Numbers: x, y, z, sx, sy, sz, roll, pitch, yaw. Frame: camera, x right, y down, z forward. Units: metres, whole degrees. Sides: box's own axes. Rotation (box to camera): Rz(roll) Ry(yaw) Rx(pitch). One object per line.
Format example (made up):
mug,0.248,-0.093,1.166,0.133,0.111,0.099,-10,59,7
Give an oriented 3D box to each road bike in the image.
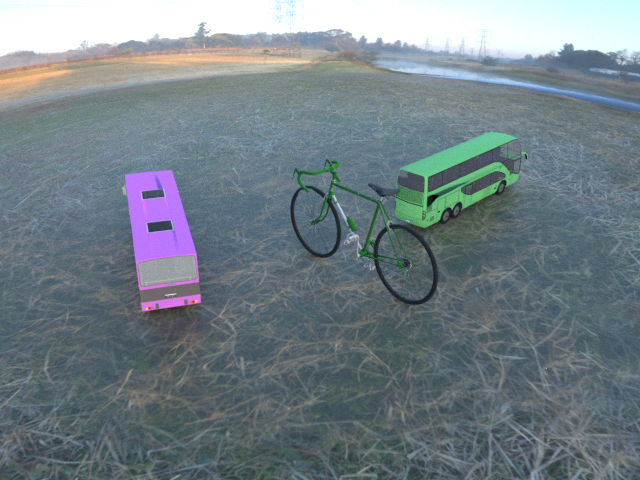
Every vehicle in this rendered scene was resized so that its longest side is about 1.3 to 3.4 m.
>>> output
road bike,0.537,-0.190,10.045,0.697,1.656,3.004,-22,34,-37

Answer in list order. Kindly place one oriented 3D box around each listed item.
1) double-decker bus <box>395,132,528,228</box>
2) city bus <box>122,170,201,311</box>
double-decker bus,2.599,-1.157,12.664,0.756,1.052,3.251,23,35,39
city bus,-2.443,-0.064,10.647,0.926,0.894,3.255,-7,27,-15
